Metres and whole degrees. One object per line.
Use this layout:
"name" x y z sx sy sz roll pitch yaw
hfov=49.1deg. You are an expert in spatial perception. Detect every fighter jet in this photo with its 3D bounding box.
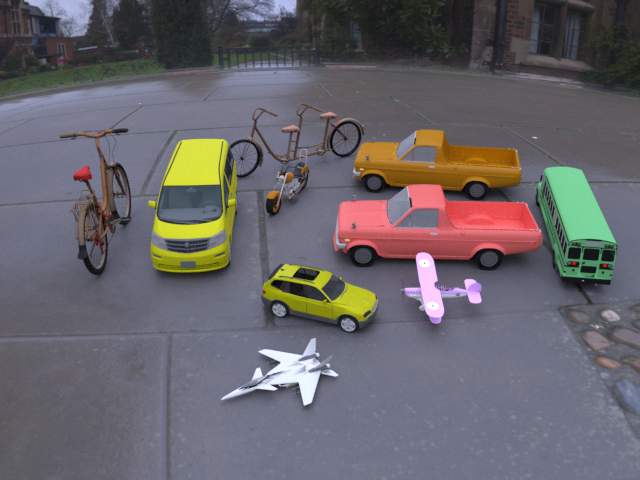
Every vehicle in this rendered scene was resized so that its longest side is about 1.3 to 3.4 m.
"fighter jet" -0.514 1.536 8.037 1.358 0.286 1.147 -15 31 -27

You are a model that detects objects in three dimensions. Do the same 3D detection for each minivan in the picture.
"minivan" -1.962 -0.614 11.211 1.324 1.197 3.011 -1 27 -3

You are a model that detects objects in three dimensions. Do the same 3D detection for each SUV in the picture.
"SUV" -0.006 0.724 9.290 1.572 0.580 0.656 10 29 19

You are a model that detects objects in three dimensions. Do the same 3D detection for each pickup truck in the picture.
"pickup truck" 2.180 -1.481 13.115 3.117 0.993 1.244 5 28 9
"pickup truck" 1.763 -0.265 10.757 3.117 0.993 1.244 1 27 2

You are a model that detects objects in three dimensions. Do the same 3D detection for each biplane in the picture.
"biplane" 1.619 0.708 9.405 1.090 0.504 1.336 0 27 0

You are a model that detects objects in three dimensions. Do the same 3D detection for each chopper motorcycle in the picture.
"chopper motorcycle" -0.573 -1.056 12.543 0.466 0.761 1.563 11 29 20

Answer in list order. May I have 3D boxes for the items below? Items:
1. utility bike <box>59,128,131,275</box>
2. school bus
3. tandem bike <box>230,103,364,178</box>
"utility bike" -3.425 -0.715 10.708 1.039 1.839 2.791 -1 27 -1
"school bus" 3.979 -0.372 11.128 0.709 0.844 3.322 4 28 8
"tandem bike" -0.451 -2.081 13.914 3.192 1.326 0.550 -15 31 -26
